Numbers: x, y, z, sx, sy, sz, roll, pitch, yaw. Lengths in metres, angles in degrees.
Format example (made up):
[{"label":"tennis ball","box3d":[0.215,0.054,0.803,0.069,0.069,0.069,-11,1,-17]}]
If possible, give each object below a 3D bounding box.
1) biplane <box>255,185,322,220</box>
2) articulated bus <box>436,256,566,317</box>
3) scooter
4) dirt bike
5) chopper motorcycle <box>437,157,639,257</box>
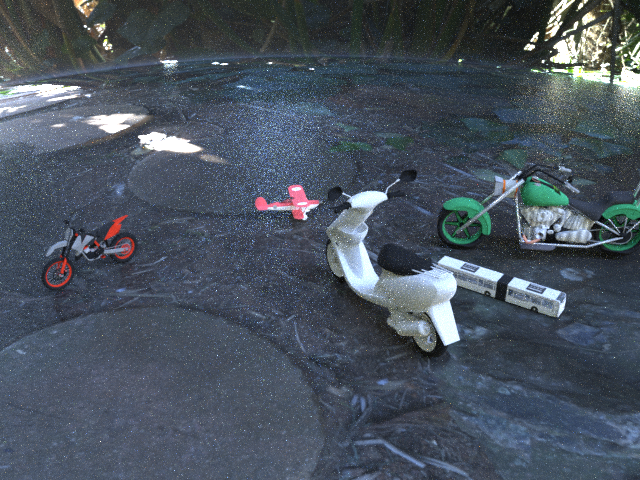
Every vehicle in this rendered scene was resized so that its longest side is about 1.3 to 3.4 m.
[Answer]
[{"label":"biplane","box3d":[-0.505,-0.578,11.382,1.090,0.504,1.336,-4,28,-7]},{"label":"articulated bus","box3d":[2.381,0.608,9.380,1.749,0.289,0.311,18,33,31]},{"label":"scooter","box3d":[0.797,0.175,8.599,1.288,1.786,2.721,-15,32,-26]},{"label":"dirt bike","box3d":[-3.185,0.117,9.698,0.527,0.857,1.493,23,36,37]},{"label":"chopper motorcycle","box3d":[3.265,-0.482,10.162,3.040,1.480,0.906,4,28,7]}]
